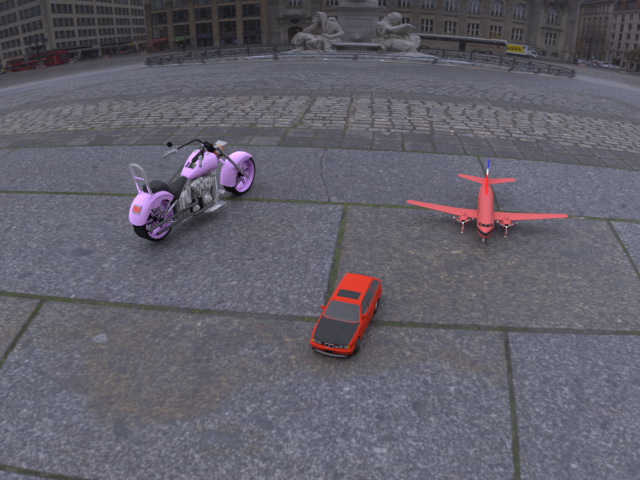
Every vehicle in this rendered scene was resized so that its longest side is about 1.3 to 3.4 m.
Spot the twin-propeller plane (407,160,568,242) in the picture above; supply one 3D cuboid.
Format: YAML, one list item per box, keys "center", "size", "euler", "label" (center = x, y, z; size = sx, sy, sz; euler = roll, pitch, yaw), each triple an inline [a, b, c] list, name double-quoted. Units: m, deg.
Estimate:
- center: [2.836, -0.673, 11.947]
  size: [2.663, 0.792, 2.129]
  euler: [6, 30, 10]
  label: "twin-propeller plane"

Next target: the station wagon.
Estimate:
- center: [0.369, 0.939, 9.382]
  size: [0.682, 0.473, 1.597]
  euler: [10, 31, 17]
  label: "station wagon"

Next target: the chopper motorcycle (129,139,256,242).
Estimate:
- center: [-2.094, -1.067, 11.948]
  size: [0.906, 1.480, 3.040]
  euler: [16, 33, 27]
  label: "chopper motorcycle"
